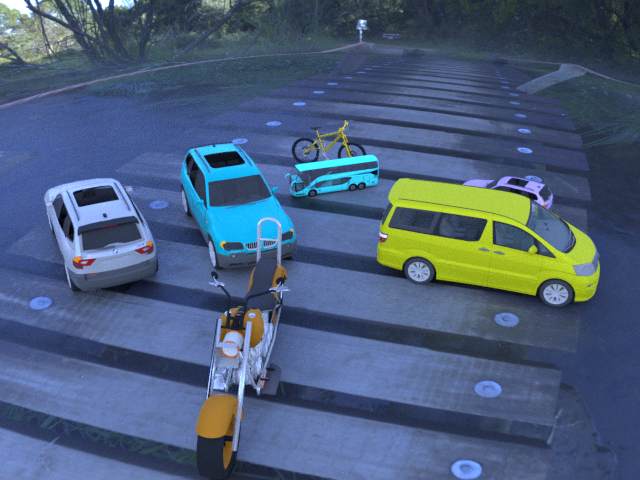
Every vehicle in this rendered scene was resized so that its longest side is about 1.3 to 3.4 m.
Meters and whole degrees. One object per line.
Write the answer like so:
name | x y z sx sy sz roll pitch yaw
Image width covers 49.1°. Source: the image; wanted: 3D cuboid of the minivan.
minivan | 2.345 -0.027 9.743 3.011 1.197 1.324 9 30 16

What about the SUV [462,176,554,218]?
SUV | 3.097 -0.757 11.719 1.572 0.580 0.656 17 33 28

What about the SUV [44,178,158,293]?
SUV | -3.299 -0.312 10.335 1.276 1.128 3.058 -13 31 -23

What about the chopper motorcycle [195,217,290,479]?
chopper motorcycle | -0.801 1.024 7.527 0.906 1.480 3.040 4 29 7

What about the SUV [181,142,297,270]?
SUV | -1.364 -0.633 10.921 1.276 1.128 3.058 -11 31 -19

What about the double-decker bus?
double-decker bus | 0.228 -1.134 12.448 1.672 0.541 0.389 -9 30 -17

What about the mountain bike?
mountain bike | 0.165 -1.786 13.298 1.469 0.868 0.573 7 29 13
